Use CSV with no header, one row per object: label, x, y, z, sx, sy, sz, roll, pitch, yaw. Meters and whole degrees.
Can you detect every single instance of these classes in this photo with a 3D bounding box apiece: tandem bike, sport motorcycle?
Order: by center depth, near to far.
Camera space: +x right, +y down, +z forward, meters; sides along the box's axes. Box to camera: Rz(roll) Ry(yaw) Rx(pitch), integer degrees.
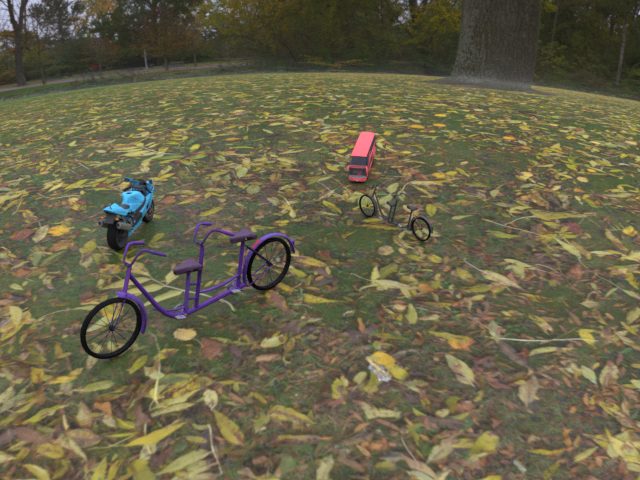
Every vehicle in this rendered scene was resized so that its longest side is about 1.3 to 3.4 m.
tandem bike,-1.523,0.423,8.731,3.192,1.326,0.550,-22,34,-38
sport motorcycle,-2.998,-0.450,11.087,0.506,0.821,1.520,5,27,11
tandem bike,1.204,-0.492,11.330,0.283,0.682,1.642,-21,33,-36

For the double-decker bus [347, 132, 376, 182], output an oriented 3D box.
double-decker bus,0.843,-1.636,13.828,0.389,0.541,1.672,5,26,9
